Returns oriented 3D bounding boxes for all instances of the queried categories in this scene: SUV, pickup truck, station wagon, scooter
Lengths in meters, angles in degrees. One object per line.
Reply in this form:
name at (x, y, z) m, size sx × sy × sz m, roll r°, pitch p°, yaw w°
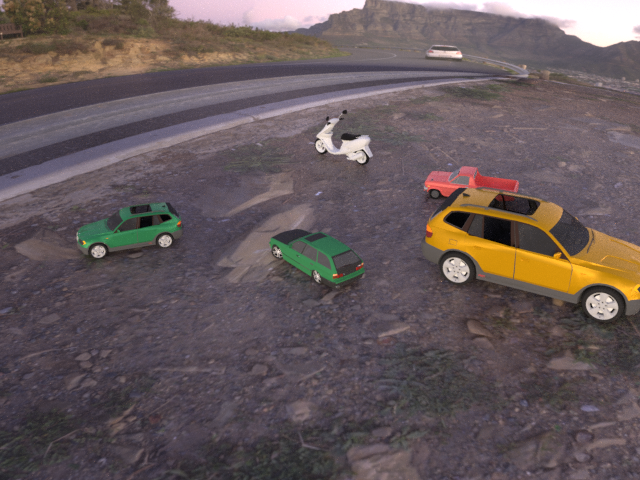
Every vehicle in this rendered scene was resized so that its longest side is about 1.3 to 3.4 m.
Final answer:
SUV at (2.902, 0.080, 9.392) m, size 3.058 × 1.128 × 1.276 m, roll 14°, pitch 30°, yaw 26°
pickup truck at (2.628, -0.971, 12.160) m, size 1.603 × 0.511 × 0.640 m, roll 10°, pitch 28°, yaw 18°
SUV at (-2.854, -0.186, 10.527) m, size 1.572 × 0.580 × 0.656 m, roll -10°, pitch 28°, yaw -18°
station wagon at (-0.082, 0.155, 9.970) m, size 0.682 × 0.473 × 1.597 m, roll -20°, pitch 33°, yaw -34°
scooter at (0.447, -2.020, 13.784) m, size 1.399 × 0.919 × 0.662 m, roll 20°, pitch 33°, yaw 34°
